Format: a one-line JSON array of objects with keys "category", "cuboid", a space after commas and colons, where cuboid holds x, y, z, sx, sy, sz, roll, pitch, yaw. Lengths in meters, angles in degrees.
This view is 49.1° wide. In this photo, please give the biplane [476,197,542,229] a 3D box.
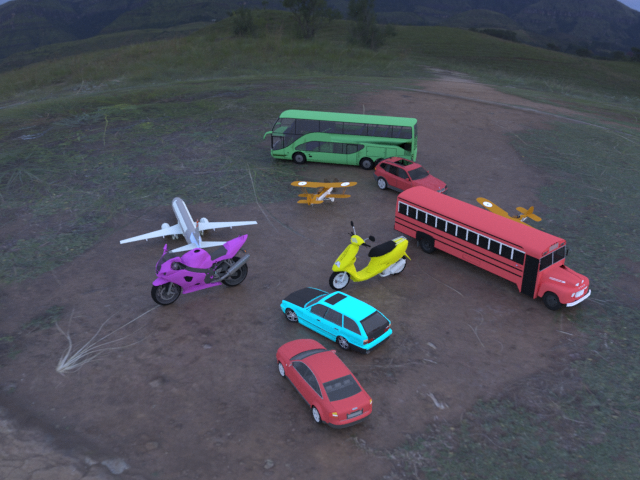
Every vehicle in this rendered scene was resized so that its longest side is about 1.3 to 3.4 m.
[{"category": "biplane", "cuboid": [3.281, -0.315, 11.891, 1.090, 0.504, 1.336, -18, 32, -32]}]

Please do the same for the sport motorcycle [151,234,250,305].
[{"category": "sport motorcycle", "cuboid": [-1.710, 0.421, 10.049, 1.520, 0.821, 0.506, -15, 30, -28]}]

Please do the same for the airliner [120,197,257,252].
[{"category": "airliner", "cuboid": [-2.236, -0.416, 11.723, 2.257, 0.835, 2.541, -9, 28, -18]}]

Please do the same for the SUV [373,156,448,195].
[{"category": "SUV", "cuboid": [1.746, -1.192, 13.577, 0.656, 0.580, 1.572, -22, 34, -37]}]

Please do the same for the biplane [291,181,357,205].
[{"category": "biplane", "cuboid": [-0.008, -0.856, 12.984, 1.336, 0.504, 1.090, 12, 29, 23]}]

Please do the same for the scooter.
[{"category": "scooter", "cuboid": [0.751, 0.213, 10.358, 1.399, 0.919, 0.662, -13, 29, -25]}]

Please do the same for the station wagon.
[{"category": "station wagon", "cuboid": [0.182, 0.969, 9.332, 1.597, 0.473, 0.682, 22, 34, 37]}]

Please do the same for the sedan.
[{"category": "sedan", "cuboid": [0.011, 1.564, 8.122, 0.635, 0.483, 1.613, -13, 29, -25]}]

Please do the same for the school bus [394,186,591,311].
[{"category": "school bus", "cuboid": [2.574, 0.052, 10.768, 0.709, 0.844, 3.322, -21, 33, -36]}]

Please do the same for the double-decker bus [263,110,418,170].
[{"category": "double-decker bus", "cuboid": [0.448, -2.152, 14.983, 3.251, 1.052, 0.756, 6, 27, 12]}]
